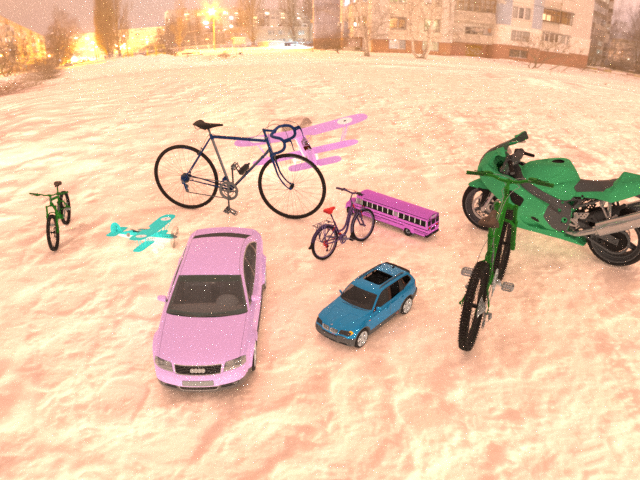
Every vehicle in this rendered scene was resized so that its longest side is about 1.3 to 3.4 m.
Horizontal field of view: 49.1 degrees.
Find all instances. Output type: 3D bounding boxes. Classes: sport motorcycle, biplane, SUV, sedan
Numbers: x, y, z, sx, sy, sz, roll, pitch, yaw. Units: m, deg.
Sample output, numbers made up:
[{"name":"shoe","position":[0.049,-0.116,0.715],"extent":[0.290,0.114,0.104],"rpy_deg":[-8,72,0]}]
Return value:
[{"name":"sport motorcycle","position":[3.545,-0.613,10.500],"extent":[2.955,1.596,0.983],"rpy_deg":[18,32,30]},{"name":"biplane","position":[-0.297,-1.727,13.322],"extent":[2.598,0.981,2.120],"rpy_deg":[-5,28,-10]},{"name":"SUV","position":[0.612,0.780,8.913],"extent":[0.656,0.580,1.572],"rpy_deg":[21,34,35]},{"name":"sedan","position":[-1.321,0.653,8.767],"extent":[1.235,0.940,3.137],"rpy_deg":[0,27,-1]},{"name":"biplane","position":[-2.676,-0.087,10.671],"extent":[1.090,0.504,1.336],"rpy_deg":[5,28,10]}]

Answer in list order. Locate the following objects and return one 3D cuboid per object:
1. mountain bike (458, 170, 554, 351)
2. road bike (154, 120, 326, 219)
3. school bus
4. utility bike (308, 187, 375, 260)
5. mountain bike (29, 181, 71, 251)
[{"name":"mountain bike","position":[2.212,0.151,8.924],"extent":[1.114,1.688,2.857],"rpy_deg":[12,30,21]},{"name":"road bike","position":[-1.363,-1.185,11.540],"extent":[3.004,1.656,0.696],"rpy_deg":[6,28,11]},{"name":"school bus","position":[1.141,-0.462,11.472],"extent":[1.708,0.434,0.365],"rpy_deg":[22,34,36]},{"name":"utility bike","position":[0.313,-0.288,10.579],"extent":[1.435,0.946,0.535],"rpy_deg":[-24,36,-38]},{"name":"mountain bike","position":[-4.123,-0.456,10.988],"extent":[0.573,0.868,1.469],"rpy_deg":[-3,28,-6]}]
